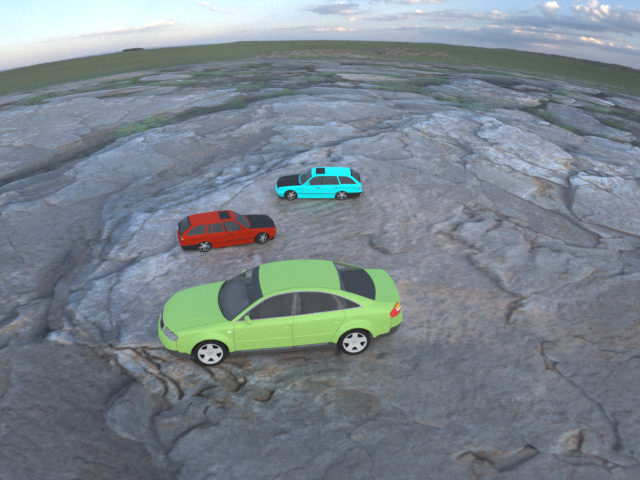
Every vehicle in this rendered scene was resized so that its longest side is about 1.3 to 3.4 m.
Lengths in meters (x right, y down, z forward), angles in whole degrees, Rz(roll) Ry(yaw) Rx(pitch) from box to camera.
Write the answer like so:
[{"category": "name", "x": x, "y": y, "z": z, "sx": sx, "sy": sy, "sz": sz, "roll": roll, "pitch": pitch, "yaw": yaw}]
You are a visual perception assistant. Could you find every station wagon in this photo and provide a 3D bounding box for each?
[{"category": "station wagon", "x": -1.508, "y": -0.205, "z": 11.387, "sx": 1.597, "sy": 0.473, "sz": 0.682, "roll": -8, "pitch": 30, "yaw": -14}, {"category": "station wagon", "x": -0.028, "y": -1.069, "z": 12.966, "sx": 1.597, "sy": 0.473, "sz": 0.682, "roll": 0, "pitch": 29, "yaw": -1}]

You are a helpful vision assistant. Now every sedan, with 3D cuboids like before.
[{"category": "sedan", "x": -0.506, "y": 0.829, "z": 9.013, "sx": 3.137, "sy": 0.940, "sz": 1.235, "roll": -4, "pitch": 29, "yaw": -7}]
